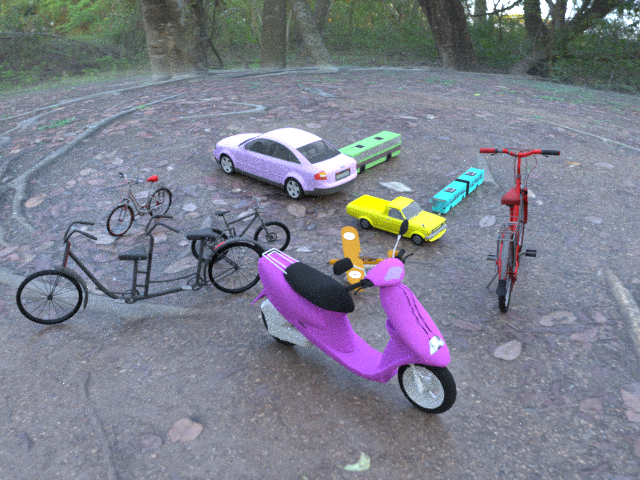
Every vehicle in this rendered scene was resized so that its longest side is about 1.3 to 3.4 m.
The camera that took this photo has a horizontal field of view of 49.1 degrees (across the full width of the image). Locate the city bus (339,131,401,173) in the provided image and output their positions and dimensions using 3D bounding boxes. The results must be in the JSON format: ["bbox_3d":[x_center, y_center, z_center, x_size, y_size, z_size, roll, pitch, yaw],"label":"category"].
[{"bbox_3d":[0.959,-1.705,13.818,0.476,0.460,1.674,20,33,35],"label":"city bus"}]

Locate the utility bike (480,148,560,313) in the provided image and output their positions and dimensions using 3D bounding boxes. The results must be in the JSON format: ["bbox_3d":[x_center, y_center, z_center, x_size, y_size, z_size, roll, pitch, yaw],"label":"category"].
[{"bbox_3d":[2.541,-0.281,9.431,1.039,1.839,2.791,9,28,18],"label":"utility bike"}]

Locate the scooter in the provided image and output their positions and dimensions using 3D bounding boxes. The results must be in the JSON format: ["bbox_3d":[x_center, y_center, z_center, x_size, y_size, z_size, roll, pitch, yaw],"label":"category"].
[{"bbox_3d":[0.295,0.700,7.531,2.721,1.786,1.288,20,33,34],"label":"scooter"}]

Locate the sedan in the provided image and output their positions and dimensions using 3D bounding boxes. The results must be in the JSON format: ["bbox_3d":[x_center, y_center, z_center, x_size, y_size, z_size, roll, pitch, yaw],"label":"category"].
[{"bbox_3d":[-0.723,-1.581,13.035,3.137,0.940,1.235,22,34,37],"label":"sedan"}]

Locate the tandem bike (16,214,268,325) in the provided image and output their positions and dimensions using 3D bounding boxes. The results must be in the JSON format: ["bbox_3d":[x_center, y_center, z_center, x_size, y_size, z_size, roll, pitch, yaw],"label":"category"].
[{"bbox_3d":[-2.182,0.295,8.855,3.192,1.326,0.550,-9,28,-17],"label":"tandem bike"}]

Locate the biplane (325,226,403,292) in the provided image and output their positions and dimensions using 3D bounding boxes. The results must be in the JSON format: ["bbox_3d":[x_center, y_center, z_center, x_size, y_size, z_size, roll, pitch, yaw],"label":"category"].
[{"bbox_3d":[0.611,0.322,9.719,1.090,0.504,1.336,-1,27,-3],"label":"biplane"}]

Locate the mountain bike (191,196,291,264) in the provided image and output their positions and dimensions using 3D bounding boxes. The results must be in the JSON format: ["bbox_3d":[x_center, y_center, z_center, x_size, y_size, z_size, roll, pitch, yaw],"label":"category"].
[{"bbox_3d":[-1.146,-0.104,10.164,1.469,0.868,0.573,-7,27,-14],"label":"mountain bike"}]

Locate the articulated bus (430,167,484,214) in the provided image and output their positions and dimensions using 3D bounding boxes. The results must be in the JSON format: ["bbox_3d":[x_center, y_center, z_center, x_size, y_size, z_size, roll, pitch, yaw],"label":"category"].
[{"bbox_3d":[2.458,-0.894,12.389,0.311,0.289,1.749,16,31,29],"label":"articulated bus"}]

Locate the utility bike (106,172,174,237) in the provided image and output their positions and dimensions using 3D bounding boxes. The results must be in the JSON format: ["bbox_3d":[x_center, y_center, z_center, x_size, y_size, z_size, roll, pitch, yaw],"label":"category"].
[{"bbox_3d":[-2.821,-0.637,11.141,0.535,0.946,1.435,17,31,30],"label":"utility bike"}]

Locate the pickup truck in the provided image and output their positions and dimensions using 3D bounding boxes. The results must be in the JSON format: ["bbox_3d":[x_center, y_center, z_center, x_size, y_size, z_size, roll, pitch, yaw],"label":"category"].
[{"bbox_3d":[1.207,-0.400,11.153,1.603,0.511,0.640,18,32,32],"label":"pickup truck"}]
